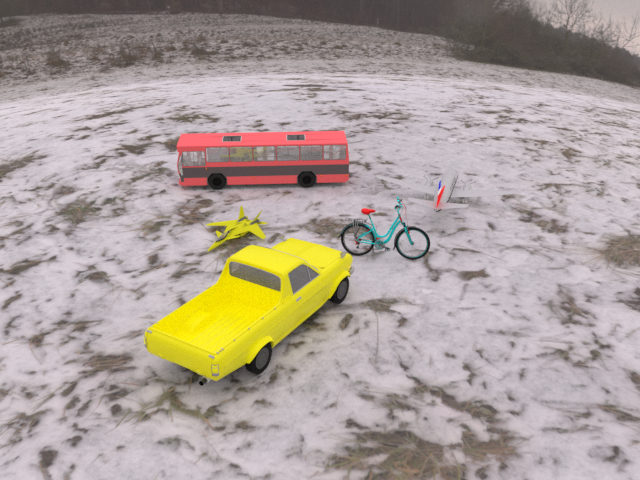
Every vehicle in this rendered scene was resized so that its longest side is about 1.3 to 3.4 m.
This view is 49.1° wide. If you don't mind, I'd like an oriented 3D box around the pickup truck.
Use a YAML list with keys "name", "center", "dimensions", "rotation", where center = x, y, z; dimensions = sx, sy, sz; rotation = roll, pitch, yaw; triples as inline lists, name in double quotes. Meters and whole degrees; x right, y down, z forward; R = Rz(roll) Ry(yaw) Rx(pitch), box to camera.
- name: "pickup truck"
  center: [-0.767, 0.703, 8.916]
  dimensions: [1.244, 0.993, 3.117]
  rotation: [15, 30, 28]

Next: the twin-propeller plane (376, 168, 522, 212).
- name: "twin-propeller plane"
  center: [2.263, -1.002, 12.608]
  dimensions: [2.663, 0.792, 2.129]
  rotation: [8, 27, 15]

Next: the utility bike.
- name: "utility bike"
  center: [0.988, -0.186, 10.776]
  dimensions: [1.435, 0.946, 0.535]
  rotation: [4, 27, 9]

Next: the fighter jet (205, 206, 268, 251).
- name: "fighter jet"
  center: [-1.454, -0.168, 11.486]
  dimensions: [1.147, 0.286, 1.358]
  rotation: [13, 29, 24]

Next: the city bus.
- name: "city bus"
  center: [-1.089, -1.555, 13.616]
  dimensions: [3.255, 0.894, 0.926]
  rotation: [-2, 26, -3]
